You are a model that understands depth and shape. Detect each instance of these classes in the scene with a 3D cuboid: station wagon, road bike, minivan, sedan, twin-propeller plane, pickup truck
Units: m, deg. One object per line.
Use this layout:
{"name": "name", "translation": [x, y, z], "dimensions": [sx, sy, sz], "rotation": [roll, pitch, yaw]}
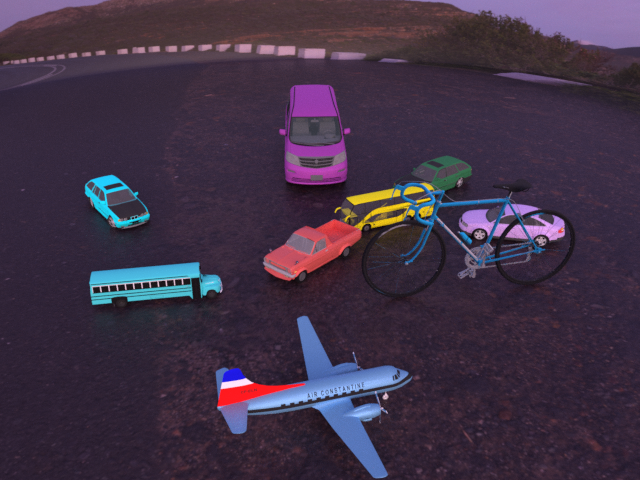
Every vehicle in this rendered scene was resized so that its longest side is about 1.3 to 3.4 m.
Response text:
{"name": "station wagon", "translation": [-3.422, -0.679, 11.754], "dimensions": [0.682, 0.473, 1.597], "rotation": [-19, 33, -31]}
{"name": "station wagon", "translation": [2.035, -1.146, 12.638], "dimensions": [1.597, 0.473, 0.682], "rotation": [-21, 34, -34]}
{"name": "road bike", "translation": [2.022, -0.032, 9.266], "dimensions": [3.004, 1.656, 0.696], "rotation": [-5, 28, -9]}
{"name": "minivan", "translation": [-0.119, -2.083, 13.637], "dimensions": [1.324, 1.197, 3.011], "rotation": [-1, 28, -2]}
{"name": "sedan", "translation": [3.011, -0.286, 11.000], "dimensions": [1.613, 0.483, 0.635], "rotation": [6, 28, 11]}
{"name": "twin-propeller plane", "translation": [-0.013, 1.499, 7.293], "dimensions": [2.129, 0.792, 2.663], "rotation": [-8, 29, -15]}
{"name": "pickup truck", "translation": [-0.090, 0.088, 10.263], "dimensions": [0.640, 0.511, 1.603], "rotation": [23, 35, 36]}

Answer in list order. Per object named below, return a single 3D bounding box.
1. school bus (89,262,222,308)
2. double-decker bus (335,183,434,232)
{"name": "school bus", "translation": [-2.182, 0.590, 9.396], "dimensions": [1.708, 0.434, 0.365], "rotation": [-5, 28, -9]}
{"name": "double-decker bus", "translation": [1.075, -0.519, 11.380], "dimensions": [1.672, 0.541, 0.389], "rotation": [-12, 30, -21]}
